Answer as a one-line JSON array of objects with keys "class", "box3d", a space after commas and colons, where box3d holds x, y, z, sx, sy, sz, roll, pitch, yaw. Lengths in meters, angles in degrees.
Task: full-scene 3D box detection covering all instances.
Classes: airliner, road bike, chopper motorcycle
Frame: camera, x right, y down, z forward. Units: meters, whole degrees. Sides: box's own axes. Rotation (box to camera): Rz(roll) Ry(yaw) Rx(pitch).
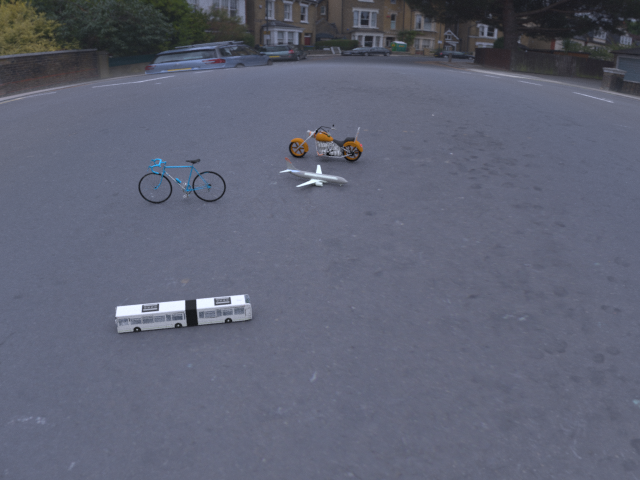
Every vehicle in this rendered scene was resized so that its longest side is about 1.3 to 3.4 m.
[{"class": "airliner", "box3d": [-0.085, -1.302, 13.370, 1.307, 0.429, 1.161, 10, 29, 18]}, {"class": "road bike", "box3d": [-2.456, -1.052, 12.430, 1.545, 0.852, 0.358, -2, 28, -4]}, {"class": "chopper motorcycle", "box3d": [0.117, -2.009, 14.371, 1.563, 0.761, 0.466, 7, 28, 14]}]

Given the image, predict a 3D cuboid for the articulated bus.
[{"class": "articulated bus", "box3d": [-1.781, 0.961, 9.167, 1.749, 0.289, 0.311, -5, 28, -9]}]
